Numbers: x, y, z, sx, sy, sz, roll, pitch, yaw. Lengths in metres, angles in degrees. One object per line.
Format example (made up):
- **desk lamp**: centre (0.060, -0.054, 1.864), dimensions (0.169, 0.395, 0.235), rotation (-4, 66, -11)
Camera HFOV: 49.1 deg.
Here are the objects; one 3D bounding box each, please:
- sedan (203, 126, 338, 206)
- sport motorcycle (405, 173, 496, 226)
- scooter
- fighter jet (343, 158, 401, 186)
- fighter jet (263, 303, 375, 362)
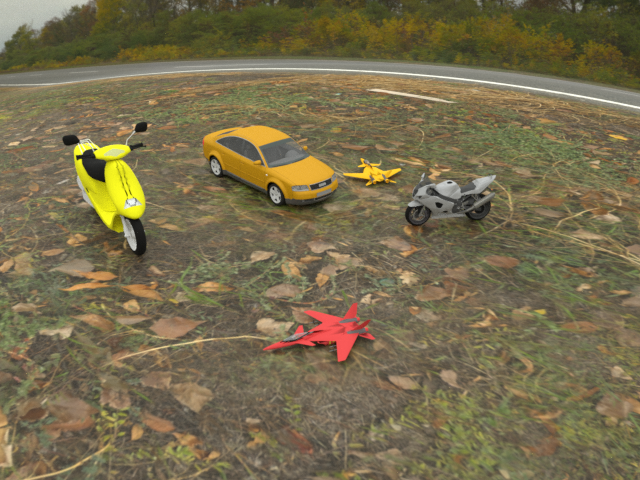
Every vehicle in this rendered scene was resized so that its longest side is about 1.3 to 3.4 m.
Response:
- **sedan**: centre (-0.972, -1.507, 12.964), dimensions (1.235, 0.940, 3.137), rotation (-23, 35, -37)
- **sport motorcycle**: centre (2.130, -0.661, 11.457), dimensions (1.520, 0.821, 0.506), rotation (-6, 28, -11)
- **scooter**: centre (-3.349, -0.983, 11.029), dimensions (1.288, 1.786, 2.721), rotation (-17, 32, -29)
- **fighter jet**: centre (0.982, -1.421, 13.507), dimensions (1.147, 0.286, 1.358), rotation (-6, 28, -12)
- **fighter jet**: centre (-0.056, 1.124, 8.587), dimensions (1.358, 0.286, 1.147), rotation (-11, 29, -20)
